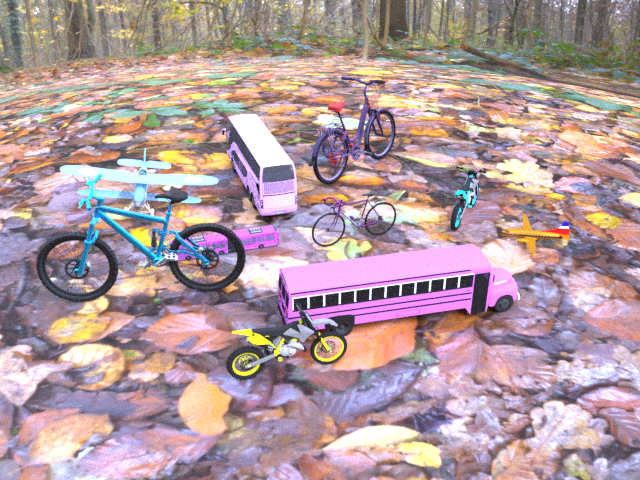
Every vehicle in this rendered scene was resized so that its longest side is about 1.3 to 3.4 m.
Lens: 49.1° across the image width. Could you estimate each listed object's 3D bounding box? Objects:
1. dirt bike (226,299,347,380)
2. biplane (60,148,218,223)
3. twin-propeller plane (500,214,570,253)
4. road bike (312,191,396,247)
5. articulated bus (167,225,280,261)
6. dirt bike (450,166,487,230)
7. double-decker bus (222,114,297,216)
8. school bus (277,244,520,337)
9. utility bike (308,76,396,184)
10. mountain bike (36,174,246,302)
[{"bbox_3d":[-0.387,1.217,8.343,1.493,0.857,0.527,-8,29,-14],"label":"dirt bike"},{"bbox_3d":[-3.112,-1.013,12.390,2.598,0.981,2.120,-4,28,-8],"label":"biplane"},{"bbox_3d":[3.486,-0.139,11.362,1.095,0.407,1.370,4,28,8],"label":"twin-propeller plane"},{"bbox_3d":[0.570,-0.368,11.319,1.545,0.852,0.358,-12,31,-22],"label":"road bike"},{"bbox_3d":[-1.518,0.047,11.138,1.749,0.289,0.311,-9,29,-17],"label":"articulated bus"},{"bbox_3d":[2.523,-0.778,12.081,0.527,0.857,1.493,13,31,24],"label":"dirt bike"},{"bbox_3d":[-1.183,-1.514,13.253,0.756,1.052,3.251,-9,29,-16],"label":"double-decker bus"},{"bbox_3d":[1.112,0.644,9.431,3.322,0.844,0.709,-7,29,-12],"label":"school bus"},{"bbox_3d":[0.617,-2.243,13.784,1.039,1.839,2.791,21,35,34],"label":"utility bike"},{"bbox_3d":[-2.472,0.048,9.651,2.857,1.688,1.114,-4,28,-8],"label":"mountain bike"}]
